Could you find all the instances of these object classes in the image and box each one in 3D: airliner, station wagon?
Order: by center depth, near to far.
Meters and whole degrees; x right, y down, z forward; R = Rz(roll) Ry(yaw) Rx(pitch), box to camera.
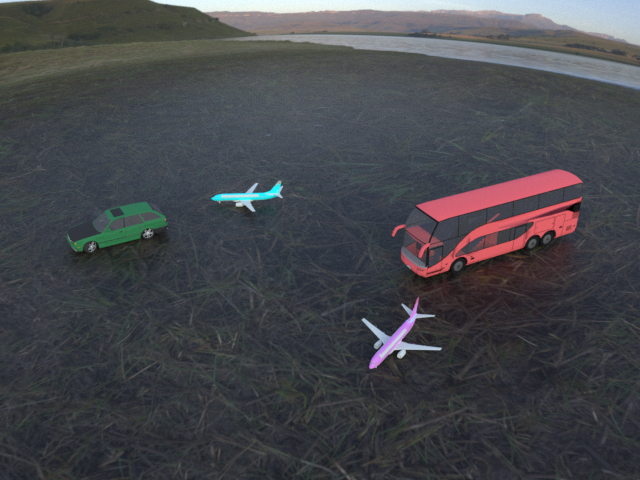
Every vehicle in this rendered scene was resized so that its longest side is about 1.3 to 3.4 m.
[{"bbox_3d":[0.979,1.207,9.044,1.161,0.429,1.307,18,34,29],"label":"airliner"},{"bbox_3d":[-3.354,-0.245,11.547,1.597,0.473,0.682,-16,33,-26],"label":"station wagon"},{"bbox_3d":[-1.322,-0.868,12.683,1.307,0.429,1.161,-1,30,-2],"label":"airliner"}]

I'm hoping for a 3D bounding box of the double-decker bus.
[{"bbox_3d":[2.701,-0.276,11.016,3.251,1.052,0.756,-15,33,-24],"label":"double-decker bus"}]
